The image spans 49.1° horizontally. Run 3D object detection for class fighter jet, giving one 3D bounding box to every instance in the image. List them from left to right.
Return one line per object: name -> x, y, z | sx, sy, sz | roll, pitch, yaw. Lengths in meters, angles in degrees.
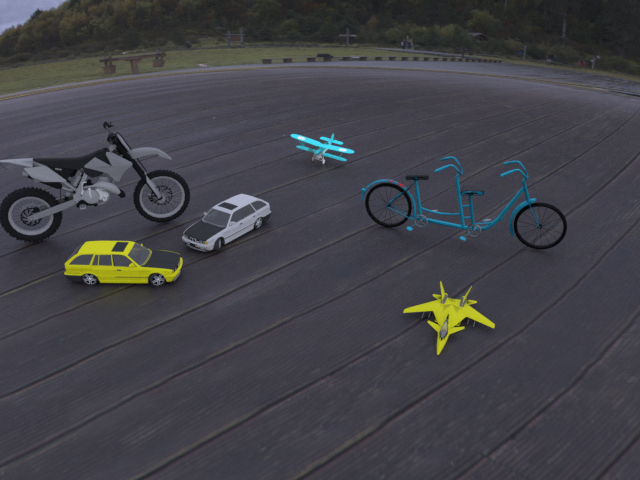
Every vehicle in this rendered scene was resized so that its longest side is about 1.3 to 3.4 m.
fighter jet -> 1.593, 0.976, 8.741 | 1.147, 0.286, 1.358 | 8, 28, 16

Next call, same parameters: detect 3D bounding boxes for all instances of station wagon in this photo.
station wagon -> -2.754, 0.300, 9.871 | 1.597, 0.473, 0.682 | 1, 27, 2
station wagon -> -1.470, -0.316, 11.089 | 0.682, 0.473, 1.597 | 17, 32, 31

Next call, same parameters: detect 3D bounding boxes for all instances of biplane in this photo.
biplane -> 0.102, -1.853, 14.097 | 1.336, 0.504, 1.090 | 10, 28, 19

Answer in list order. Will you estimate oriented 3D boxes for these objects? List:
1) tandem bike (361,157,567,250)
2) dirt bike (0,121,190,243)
tandem bike -> 2.168, -0.631, 10.767 | 3.192, 1.326, 0.550 | 9, 28, 18
dirt bike -> -3.501, -0.883, 10.890 | 2.903, 1.666, 1.024 | -9, 28, -18
